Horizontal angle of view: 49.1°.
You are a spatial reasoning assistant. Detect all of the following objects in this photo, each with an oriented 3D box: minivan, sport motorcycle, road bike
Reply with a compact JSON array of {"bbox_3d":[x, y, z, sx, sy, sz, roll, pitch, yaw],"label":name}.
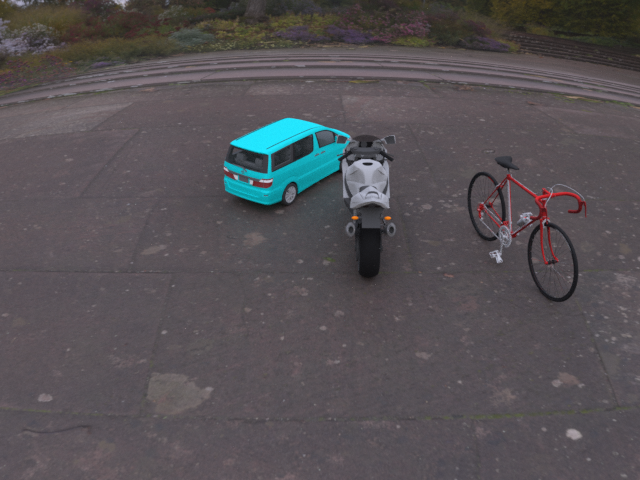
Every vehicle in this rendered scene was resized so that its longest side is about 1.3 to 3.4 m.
[{"bbox_3d":[-0.495,-1.668,13.460,1.324,1.197,3.011,20,35,30],"label":"minivan"},{"bbox_3d":[0.752,-0.661,11.293,0.983,1.596,2.955,0,30,1],"label":"sport motorcycle"},{"bbox_3d":[3.024,-0.333,10.658,0.697,1.656,3.004,-9,31,-16],"label":"road bike"}]
